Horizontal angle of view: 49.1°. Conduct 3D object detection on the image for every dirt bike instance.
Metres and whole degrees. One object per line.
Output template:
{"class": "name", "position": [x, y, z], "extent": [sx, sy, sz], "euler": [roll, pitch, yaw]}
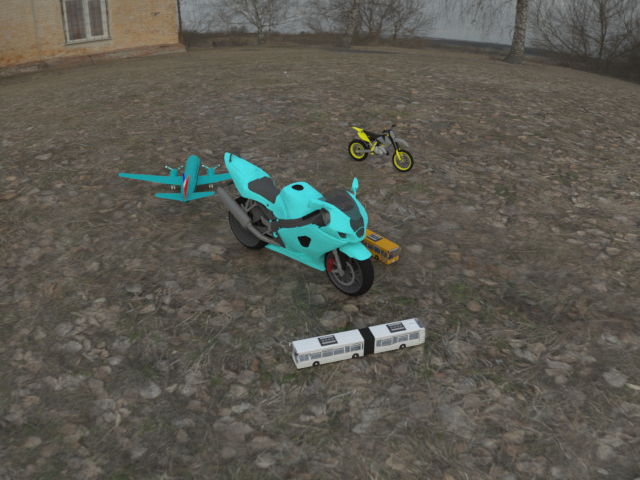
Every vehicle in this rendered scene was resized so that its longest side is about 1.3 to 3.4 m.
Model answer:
{"class": "dirt bike", "position": [1.214, -1.872, 14.001], "extent": [1.493, 0.857, 0.527], "euler": [18, 34, 29]}

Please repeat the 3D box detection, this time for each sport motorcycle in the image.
{"class": "sport motorcycle", "position": [-0.369, -0.266, 10.417], "extent": [2.955, 1.596, 0.983], "euler": [24, 37, 36]}

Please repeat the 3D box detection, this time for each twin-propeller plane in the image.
{"class": "twin-propeller plane", "position": [-2.406, -1.228, 12.930], "extent": [2.663, 0.792, 2.129], "euler": [-2, 30, -4]}

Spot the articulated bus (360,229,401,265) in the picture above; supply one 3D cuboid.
{"class": "articulated bus", "position": [0.593, -0.078, 11.411], "extent": [0.311, 0.289, 1.749], "euler": [-23, 37, -34]}

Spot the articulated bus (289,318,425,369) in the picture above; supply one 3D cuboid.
{"class": "articulated bus", "position": [0.494, 1.315, 8.954], "extent": [1.749, 0.289, 0.311], "euler": [-9, 31, -15]}
